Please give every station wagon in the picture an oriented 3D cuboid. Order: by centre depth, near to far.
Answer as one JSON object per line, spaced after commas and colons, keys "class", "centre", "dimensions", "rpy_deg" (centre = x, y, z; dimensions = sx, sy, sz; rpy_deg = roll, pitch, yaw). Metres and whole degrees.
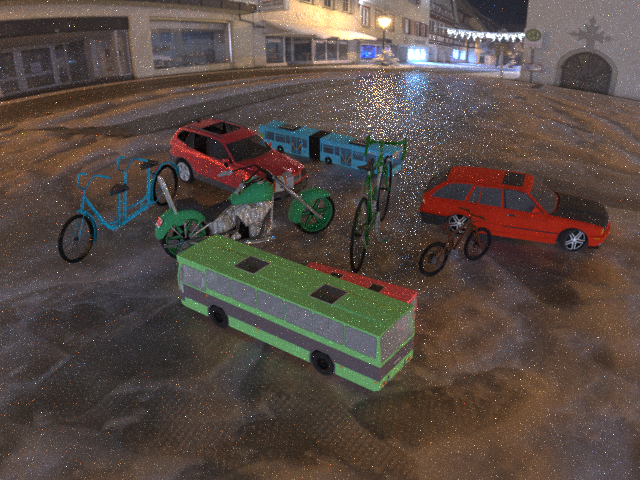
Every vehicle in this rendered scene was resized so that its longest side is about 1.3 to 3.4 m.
{"class": "station wagon", "centre": [3.301, -0.610, 11.871], "dimensions": [3.105, 0.920, 1.327], "rpy_deg": [9, 29, 18]}

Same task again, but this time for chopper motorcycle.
{"class": "chopper motorcycle", "centre": [-1.141, -0.562, 11.169], "dimensions": [3.040, 1.480, 0.906], "rpy_deg": [-13, 30, -24]}

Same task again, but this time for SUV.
{"class": "SUV", "centre": [-1.623, -1.567, 13.495], "dimensions": [3.058, 1.128, 1.276], "rpy_deg": [22, 34, 36]}

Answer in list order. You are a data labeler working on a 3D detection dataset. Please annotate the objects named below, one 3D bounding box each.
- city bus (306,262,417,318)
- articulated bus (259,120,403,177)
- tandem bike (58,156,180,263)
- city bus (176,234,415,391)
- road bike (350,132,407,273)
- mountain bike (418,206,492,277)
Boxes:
{"class": "city bus", "centre": [0.489, 0.780, 9.685], "dimensions": [1.674, 0.460, 0.476], "rpy_deg": [15, 31, 26]}
{"class": "articulated bus", "centre": [0.170, -1.976, 14.902], "dimensions": [3.401, 0.561, 0.605], "rpy_deg": [17, 32, 30]}
{"class": "tandem bike", "centre": [-3.286, -0.763, 11.727], "dimensions": [0.550, 1.326, 3.192], "rpy_deg": [12, 30, 21]}
{"class": "city bus", "centre": [-0.402, 0.878, 9.022], "dimensions": [3.255, 0.894, 0.926], "rpy_deg": [19, 33, 32]}
{"class": "road bike", "centre": [0.863, -0.698, 11.241], "dimensions": [0.696, 1.656, 3.004], "rpy_deg": [8, 28, 14]}
{"class": "mountain bike", "centre": [2.093, 0.040, 10.671], "dimensions": [1.469, 0.868, 0.573], "rpy_deg": [-17, 32, -29]}
